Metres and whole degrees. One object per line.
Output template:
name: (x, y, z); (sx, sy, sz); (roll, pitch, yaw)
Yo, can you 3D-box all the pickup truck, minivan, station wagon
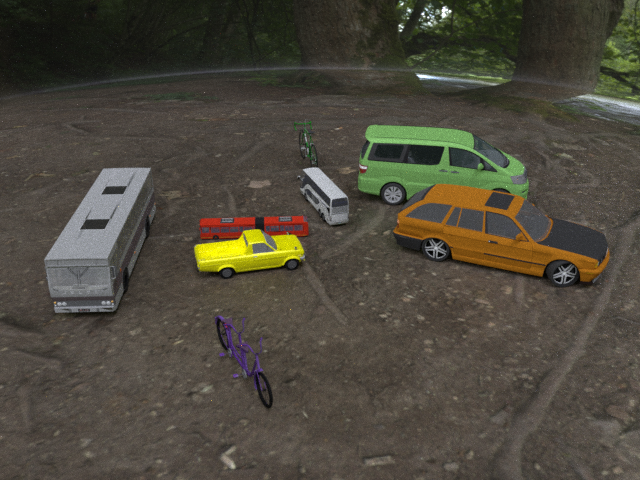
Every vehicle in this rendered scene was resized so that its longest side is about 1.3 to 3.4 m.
pickup truck: (-1.035, 0.160, 10.289); (1.603, 0.511, 0.640); (-7, 27, -14)
minivan: (2.205, -1.330, 12.507); (3.011, 1.197, 1.324); (4, 27, 8)
station wagon: (2.712, -0.166, 10.485); (3.105, 0.920, 1.327); (12, 29, 22)

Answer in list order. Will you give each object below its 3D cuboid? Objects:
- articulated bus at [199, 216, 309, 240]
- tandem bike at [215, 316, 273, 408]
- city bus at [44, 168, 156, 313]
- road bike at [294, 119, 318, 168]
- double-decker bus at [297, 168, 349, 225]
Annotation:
articulated bus: (-1.065, -0.201, 11.262); (1.749, 0.289, 0.311); (-2, 27, -3)
tandem bike: (-0.889, 1.240, 7.933); (0.283, 0.682, 1.642); (-13, 29, -25)
city bus: (-3.117, -0.083, 10.347); (0.926, 0.894, 3.255); (-1, 27, -2)
road bike: (-0.239, -1.889, 14.013); (0.358, 0.852, 1.545); (-7, 27, -13)
double-decker bus: (0.047, -0.791, 12.161); (0.389, 0.541, 1.672); (-9, 28, -18)
